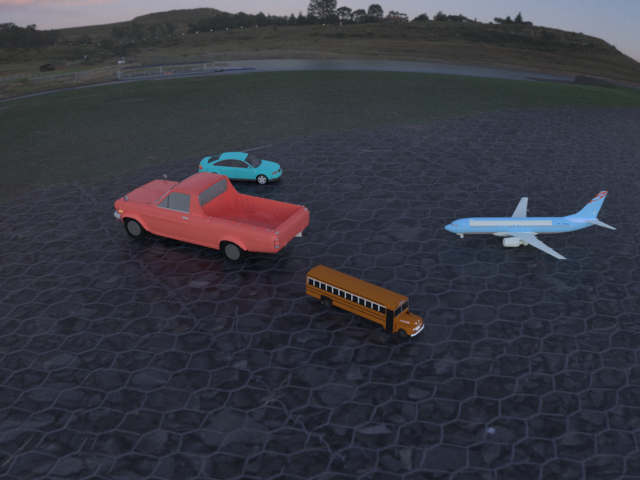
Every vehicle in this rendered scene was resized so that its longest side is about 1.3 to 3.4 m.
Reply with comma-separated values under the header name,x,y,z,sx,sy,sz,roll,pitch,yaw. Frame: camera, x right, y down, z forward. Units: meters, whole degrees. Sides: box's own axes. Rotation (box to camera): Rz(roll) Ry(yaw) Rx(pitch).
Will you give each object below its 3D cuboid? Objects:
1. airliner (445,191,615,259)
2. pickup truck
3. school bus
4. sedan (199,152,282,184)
name,x,y,z,sx,sy,sz,roll,pitch,yaw
airliner,3.279,-0.401,11.157,2.541,0.835,2.257,0,27,1
pickup truck,-1.752,-0.471,11.121,3.117,0.993,1.244,12,29,23
school bus,0.580,0.799,9.226,1.708,0.434,0.365,19,33,33
sedan,-1.541,-1.425,13.577,1.613,0.483,0.635,3,27,6
